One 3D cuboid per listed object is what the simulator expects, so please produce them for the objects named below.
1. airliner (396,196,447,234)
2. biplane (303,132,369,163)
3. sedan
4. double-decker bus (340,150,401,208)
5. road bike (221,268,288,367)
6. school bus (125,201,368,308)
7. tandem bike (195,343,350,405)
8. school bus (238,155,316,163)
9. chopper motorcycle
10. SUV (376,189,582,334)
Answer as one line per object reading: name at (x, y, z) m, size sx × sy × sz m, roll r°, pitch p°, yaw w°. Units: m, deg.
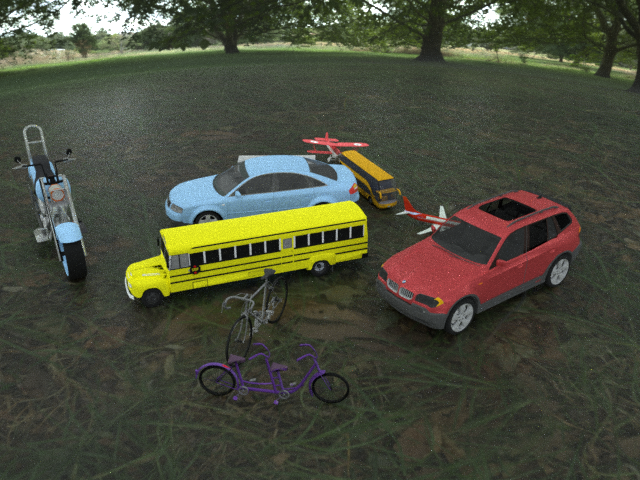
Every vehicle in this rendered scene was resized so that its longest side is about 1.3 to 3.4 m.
airliner at (1.892, -0.381, 11.055) m, size 1.307 × 0.429 × 1.161 m, roll 13°, pitch 30°, yaw 23°
biplane at (0.270, -1.835, 13.825) m, size 1.336 × 0.504 × 1.090 m, roll -7°, pitch 28°, yaw -14°
sedan at (-0.930, -0.819, 11.352) m, size 3.137 × 0.940 × 1.235 m, roll -5°, pitch 27°, yaw -10°
double-decker bus at (0.835, -1.061, 12.265) m, size 0.389 × 0.541 × 1.672 m, roll -11°, pitch 29°, yaw -21°
road bike at (-0.720, 0.829, 8.217) m, size 0.358 × 0.852 × 1.545 m, roll 11°, pitch 29°, yaw 21°
school bus at (-0.982, 0.145, 9.566) m, size 3.322 × 0.844 × 0.709 m, roll -10°, pitch 29°, yaw -18°
tandem bike at (-0.507, 1.391, 7.301) m, size 1.642 × 0.682 × 0.283 m, roll 3°, pitch 27°, yaw 6°
school bus at (-0.655, -1.325, 12.902) m, size 1.708 × 0.434 × 0.365 m, roll 0°, pitch 27°, yaw -1°
chopper motorcycle at (-3.956, -0.624, 10.375) m, size 0.906 × 1.480 × 3.040 m, roll -13°, pitch 30°, yaw -24°
SUV at (2.154, 0.163, 9.218) m, size 3.058 × 1.128 × 1.276 m, roll -18°, pitch 32°, yaw -32°
